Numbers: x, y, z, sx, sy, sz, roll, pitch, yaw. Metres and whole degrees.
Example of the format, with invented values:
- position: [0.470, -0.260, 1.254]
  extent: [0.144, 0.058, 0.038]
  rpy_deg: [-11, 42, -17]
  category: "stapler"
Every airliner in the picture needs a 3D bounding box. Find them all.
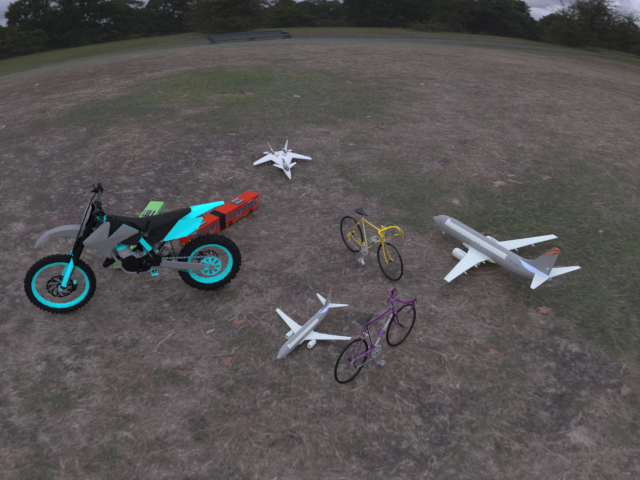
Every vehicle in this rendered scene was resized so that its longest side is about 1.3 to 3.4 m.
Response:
- position: [-0.175, 1.078, 9.043]
  extent: [1.161, 0.429, 1.307]
  rpy_deg: [18, 35, 28]
  category: "airliner"
- position: [2.567, -0.029, 10.502]
  extent: [2.257, 0.835, 2.541]
  rpy_deg: [-18, 35, -28]
  category: "airliner"

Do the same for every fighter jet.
- position: [-0.707, -1.549, 13.584]
  extent: [1.147, 0.286, 1.358]
  rpy_deg: [-7, 32, -11]
  category: "fighter jet"

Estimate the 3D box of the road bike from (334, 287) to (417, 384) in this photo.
- position: [0.701, 1.149, 8.512]
  extent: [0.358, 0.852, 1.545]
  rpy_deg: [26, 40, 36]
  category: "road bike"

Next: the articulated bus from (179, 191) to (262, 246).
- position: [-1.632, -0.362, 11.593]
  extent: [0.311, 0.289, 1.749]
  rpy_deg: [20, 36, 29]
  category: "articulated bus"

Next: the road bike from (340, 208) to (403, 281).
- position: [0.752, 0.003, 10.433]
  extent: [0.358, 0.852, 1.545]
  rpy_deg: [-19, 36, -28]
  category: "road bike"

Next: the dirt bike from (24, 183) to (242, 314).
- position: [-2.509, 0.141, 9.406]
  extent: [2.903, 1.666, 1.024]
  rpy_deg: [-9, 32, -14]
  category: "dirt bike"

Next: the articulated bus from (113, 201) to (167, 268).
- position: [-2.859, -0.110, 11.171]
  extent: [0.311, 0.289, 1.749]
  rpy_deg: [4, 31, 7]
  category: "articulated bus"
